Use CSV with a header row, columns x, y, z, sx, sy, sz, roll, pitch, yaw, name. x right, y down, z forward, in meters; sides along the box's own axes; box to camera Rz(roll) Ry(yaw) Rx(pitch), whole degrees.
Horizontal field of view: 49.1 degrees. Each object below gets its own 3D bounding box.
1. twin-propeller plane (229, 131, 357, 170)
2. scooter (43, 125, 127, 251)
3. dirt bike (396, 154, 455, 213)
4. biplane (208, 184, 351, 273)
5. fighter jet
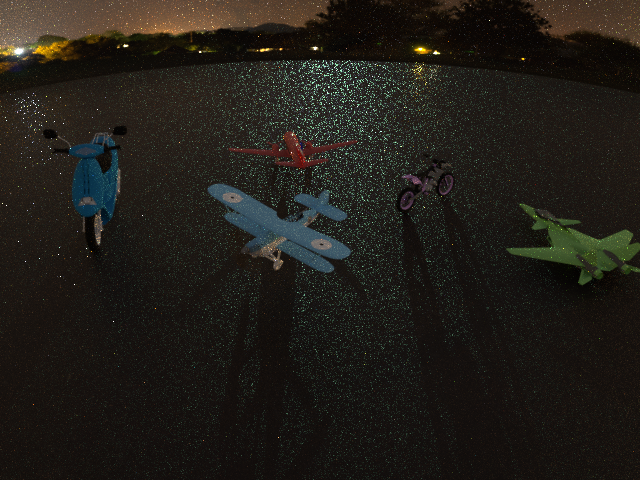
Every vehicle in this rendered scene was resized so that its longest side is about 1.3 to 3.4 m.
x,y,z,sx,sy,sz,roll,pitch,yaw,name
-0.504,-1.905,14.171,2.663,0.792,2.129,-5,29,-9,twin-propeller plane
-3.741,-1.128,11.681,1.288,1.786,2.721,-4,29,-8,scooter
1.903,-1.030,12.478,1.493,0.857,0.527,-21,35,-34,dirt bike
-0.465,-0.183,10.777,2.598,0.981,2.120,19,34,32,biplane
3.929,-0.191,11.239,2.229,0.557,2.640,-8,29,-15,fighter jet
